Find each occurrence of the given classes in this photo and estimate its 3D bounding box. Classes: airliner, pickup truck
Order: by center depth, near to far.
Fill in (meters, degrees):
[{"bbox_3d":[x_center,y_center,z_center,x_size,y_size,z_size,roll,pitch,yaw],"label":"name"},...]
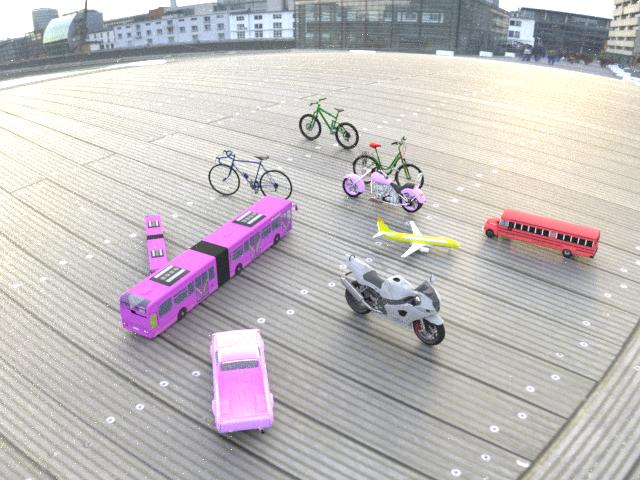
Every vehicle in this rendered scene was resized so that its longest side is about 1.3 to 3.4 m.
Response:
[{"bbox_3d":[-0.879,1.478,7.696,0.640,0.511,1.603,-5,29,-8],"label":"pickup truck"},{"bbox_3d":[1.478,-0.093,10.616,1.307,0.429,1.161,6,30,11],"label":"airliner"}]

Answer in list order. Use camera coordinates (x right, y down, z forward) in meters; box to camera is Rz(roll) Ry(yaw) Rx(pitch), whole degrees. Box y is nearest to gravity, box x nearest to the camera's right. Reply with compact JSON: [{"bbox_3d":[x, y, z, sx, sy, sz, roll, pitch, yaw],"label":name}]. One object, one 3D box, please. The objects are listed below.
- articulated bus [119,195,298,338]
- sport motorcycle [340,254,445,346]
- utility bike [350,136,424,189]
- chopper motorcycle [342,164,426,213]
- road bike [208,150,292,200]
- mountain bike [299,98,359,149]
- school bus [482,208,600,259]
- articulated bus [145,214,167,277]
[{"bbox_3d":[-1.436,0.256,9.852,0.605,0.561,3.401,15,32,25],"label":"articulated bus"},{"bbox_3d":[0.909,0.739,8.710,1.520,0.821,0.506,22,36,34],"label":"sport motorcycle"},{"bbox_3d":[1.206,-1.387,12.421,1.435,0.946,0.535,15,32,25],"label":"utility bike"},{"bbox_3d":[1.060,-0.941,11.806,1.563,0.761,0.466,19,34,31],"label":"chopper motorcycle"},{"bbox_3d":[-1.210,-1.095,11.989,1.545,0.852,0.358,8,30,14],"label":"road bike"},{"bbox_3d":[0.170,-2.362,14.262,1.469,0.868,0.573,19,34,30],"label":"mountain bike"},{"bbox_3d":[3.341,-0.123,10.666,1.708,0.434,0.365,16,33,27],"label":"school bus"},{"bbox_3d":[-2.427,0.113,10.390,0.311,0.289,1.749,-7,30,-13],"label":"articulated bus"}]
